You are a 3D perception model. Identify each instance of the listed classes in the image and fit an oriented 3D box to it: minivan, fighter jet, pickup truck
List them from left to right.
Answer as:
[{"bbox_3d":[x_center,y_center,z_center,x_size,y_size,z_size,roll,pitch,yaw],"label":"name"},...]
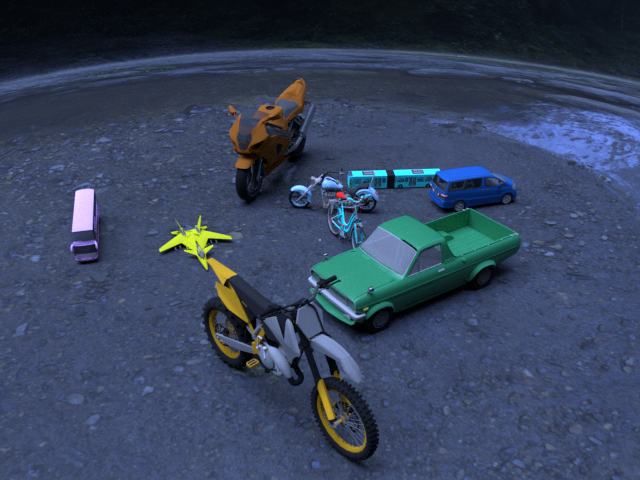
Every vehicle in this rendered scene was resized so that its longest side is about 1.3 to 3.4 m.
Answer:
[{"bbox_3d":[-1.916,0.051,10.912,1.147,0.286,1.358,-11,31,-18],"label":"fighter jet"},{"bbox_3d":[1.382,0.237,9.865,3.117,0.993,1.244,-18,34,-29],"label":"pickup truck"},{"bbox_3d":[2.730,-0.952,12.352,1.548,0.616,0.681,-9,31,-16],"label":"minivan"}]

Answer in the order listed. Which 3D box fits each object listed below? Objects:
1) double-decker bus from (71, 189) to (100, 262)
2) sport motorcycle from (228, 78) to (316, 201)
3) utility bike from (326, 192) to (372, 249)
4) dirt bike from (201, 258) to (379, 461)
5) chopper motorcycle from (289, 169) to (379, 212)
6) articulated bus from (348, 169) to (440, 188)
[{"bbox_3d":[-3.731,-0.238,11.165,0.389,0.541,1.672,-7,30,-13],"label":"double-decker bus"},{"bbox_3d":[-0.880,-1.924,13.073,0.983,1.596,2.955,10,31,18],"label":"sport motorcycle"},{"bbox_3d":[0.463,-0.346,10.944,0.535,0.946,1.435,-13,32,-22],"label":"utility bike"},{"bbox_3d":[-0.422,1.136,7.592,1.024,1.666,2.903,-24,37,-36],"label":"dirt bike"},{"bbox_3d":[0.233,-0.860,12.041,1.563,0.761,0.466,5,30,8],"label":"chopper motorcycle"},{"bbox_3d":[1.397,-1.134,13.005,1.749,0.289,0.311,-2,30,-4],"label":"articulated bus"}]
